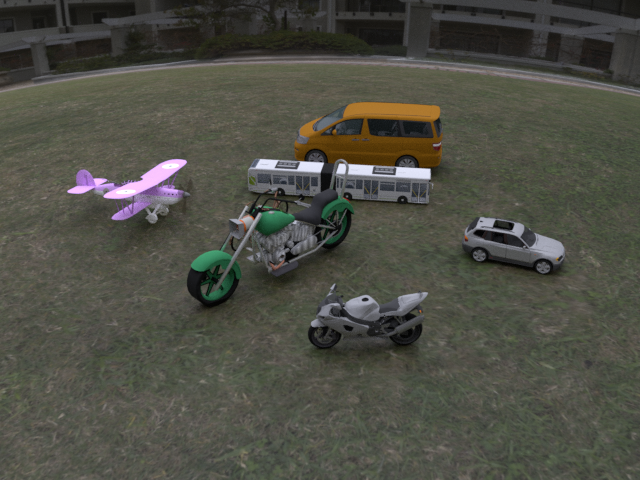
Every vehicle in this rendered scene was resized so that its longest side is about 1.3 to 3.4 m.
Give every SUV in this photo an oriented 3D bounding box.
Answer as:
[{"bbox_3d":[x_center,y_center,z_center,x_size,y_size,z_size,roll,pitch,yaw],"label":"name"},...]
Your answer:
[{"bbox_3d":[3.022,0.043,10.934,1.572,0.580,0.656,11,31,19],"label":"SUV"}]

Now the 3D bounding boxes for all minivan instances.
[{"bbox_3d":[0.977,-2.132,14.224,3.011,1.197,1.324,5,29,9],"label":"minivan"}]

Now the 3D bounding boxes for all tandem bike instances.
[{"bbox_3d":[-0.995,-0.372,11.580,0.283,0.682,1.642,17,33,27],"label":"tandem bike"}]

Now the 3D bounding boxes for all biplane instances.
[{"bbox_3d":[-3.230,-0.856,12.145,2.120,0.981,2.598,6,30,11],"label":"biplane"}]

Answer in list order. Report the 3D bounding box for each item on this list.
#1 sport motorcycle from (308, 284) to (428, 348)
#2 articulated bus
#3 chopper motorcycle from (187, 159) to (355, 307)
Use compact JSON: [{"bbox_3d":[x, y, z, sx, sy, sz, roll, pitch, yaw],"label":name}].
[{"bbox_3d":[0.601,1.013,8.935,1.520,0.821,0.506,-2,29,-4],"label":"sport motorcycle"},{"bbox_3d":[0.375,-1.095,13.009,3.401,0.561,0.605,4,29,7],"label":"articulated bus"},{"bbox_3d":[-0.653,-0.149,10.352,3.040,1.480,0.906,-24,37,-36],"label":"chopper motorcycle"}]
